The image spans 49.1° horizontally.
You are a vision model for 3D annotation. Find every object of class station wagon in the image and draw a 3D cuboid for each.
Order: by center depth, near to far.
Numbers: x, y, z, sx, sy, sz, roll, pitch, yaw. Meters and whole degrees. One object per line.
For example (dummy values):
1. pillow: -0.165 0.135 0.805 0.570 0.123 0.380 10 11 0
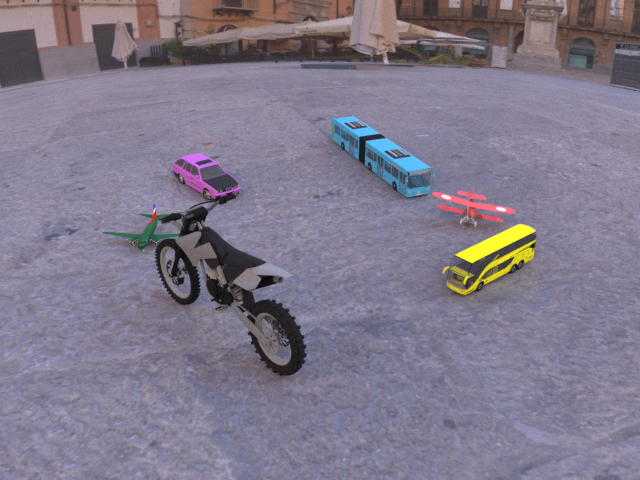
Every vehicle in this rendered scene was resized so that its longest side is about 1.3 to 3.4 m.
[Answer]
1. station wagon: -2.077 -1.190 12.756 0.682 0.473 1.597 -20 34 -34

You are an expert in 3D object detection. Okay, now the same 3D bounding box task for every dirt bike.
1. dirt bike: -1.195 0.432 8.354 1.024 1.666 2.903 -24 36 -38

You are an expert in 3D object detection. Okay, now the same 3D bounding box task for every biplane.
1. biplane: 2.508 -0.548 11.492 1.336 0.504 1.090 5 28 10

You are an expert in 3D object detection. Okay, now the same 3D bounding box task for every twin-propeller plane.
1. twin-propeller plane: -2.668 -0.180 10.890 1.370 0.407 1.095 1 28 1

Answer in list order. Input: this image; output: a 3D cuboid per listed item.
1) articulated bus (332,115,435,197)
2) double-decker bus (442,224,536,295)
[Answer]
1. articulated bus: 1.111 -1.700 13.640 0.605 0.561 3.401 -11 29 -20
2. double-decker bus: 2.424 0.274 9.875 1.672 0.541 0.389 -21 34 -35
